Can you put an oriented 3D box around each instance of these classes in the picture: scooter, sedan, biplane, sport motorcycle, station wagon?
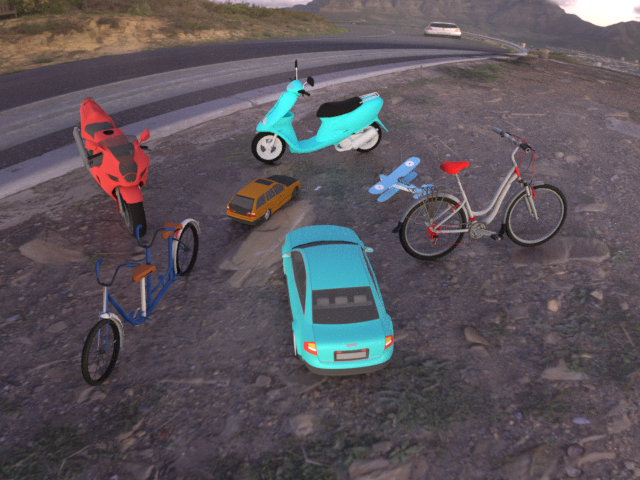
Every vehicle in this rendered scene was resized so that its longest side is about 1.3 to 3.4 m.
[{"bbox_3d":[0.006,-2.406,13.305,2.721,1.786,1.288,-8,31,-13],"label":"scooter"},{"bbox_3d":[0.159,0.537,9.121,1.235,0.940,3.137,-4,31,-6],"label":"sedan"},{"bbox_3d":[1.421,-0.945,12.080,1.090,0.504,1.336,24,38,35],"label":"biplane"},{"bbox_3d":[-3.397,-1.235,11.496,0.983,1.596,2.955,-15,34,-24],"label":"sport motorcycle"},{"bbox_3d":[-0.920,-0.783,11.835,0.682,0.473,1.597,15,34,24],"label":"station wagon"}]

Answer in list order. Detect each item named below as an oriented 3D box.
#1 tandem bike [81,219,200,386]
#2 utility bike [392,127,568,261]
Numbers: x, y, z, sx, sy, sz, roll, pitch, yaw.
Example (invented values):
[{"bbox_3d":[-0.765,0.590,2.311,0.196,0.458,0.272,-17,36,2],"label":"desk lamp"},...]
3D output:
[{"bbox_3d":[-2.188,0.457,8.876,0.550,1.326,3.192,8,31,13],"label":"tandem bike"},{"bbox_3d":[2.372,-0.659,10.272,2.791,1.839,1.039,-7,31,-11],"label":"utility bike"}]
